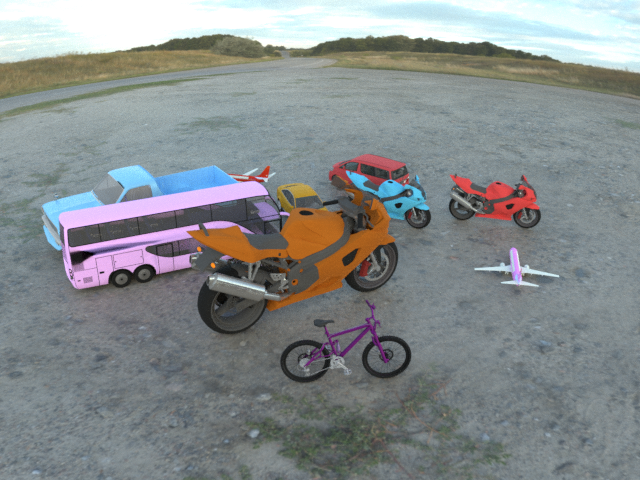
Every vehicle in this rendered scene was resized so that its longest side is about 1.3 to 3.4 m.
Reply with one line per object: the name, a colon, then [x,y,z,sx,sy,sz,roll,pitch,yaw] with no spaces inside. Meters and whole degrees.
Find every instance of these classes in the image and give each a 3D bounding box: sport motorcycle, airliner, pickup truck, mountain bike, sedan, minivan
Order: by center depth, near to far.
mountain bike: [0.293,1.191,7.724,1.469,0.868,0.573,-2,27,-4]
sport motorcycle: [-0.224,0.209,8.875,2.955,1.596,0.983,-14,30,-26]
airliner: [2.801,0.311,9.976,1.161,0.429,1.307,5,27,9]
pickup truck: [-2.814,-0.634,11.235,3.117,0.993,1.244,-16,31,-29]
sport motorcycle: [2.852,-0.645,11.449,1.520,0.821,0.506,8,28,16]
sport motorcycle: [1.111,-0.674,11.508,1.520,0.821,0.506,13,29,24]
sedan: [-0.266,-0.586,11.709,0.635,0.483,1.613,-9,28,-18]
minivan: [0.872,-1.228,12.846,1.548,0.616,0.681,21,33,35]
airliner: [-1.517,-1.242,13.082,1.307,0.429,1.161,7,28,15]

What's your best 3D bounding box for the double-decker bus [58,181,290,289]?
double-decker bus: [-2.025,-0.114,10.130,3.251,1.052,0.756,-12,29,-22]
